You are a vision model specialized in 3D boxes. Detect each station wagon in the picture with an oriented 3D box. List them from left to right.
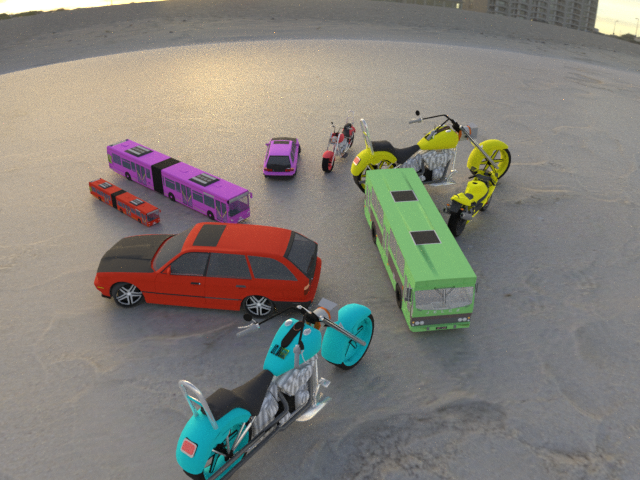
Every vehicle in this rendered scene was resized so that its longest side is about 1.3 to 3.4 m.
[{"bbox_3d":[-1.557,0.310,9.696,3.105,0.920,1.327,4,31,6],"label":"station wagon"},{"bbox_3d":[-0.731,-1.673,13.442,0.682,0.473,1.597,1,31,1],"label":"station wagon"}]

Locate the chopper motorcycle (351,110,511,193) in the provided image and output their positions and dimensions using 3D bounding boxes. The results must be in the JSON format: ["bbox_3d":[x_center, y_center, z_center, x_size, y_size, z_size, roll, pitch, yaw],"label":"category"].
[{"bbox_3d":[2.005,-1.563,12.280,3.040,1.480,0.906,-9,32,-15],"label":"chopper motorcycle"}]

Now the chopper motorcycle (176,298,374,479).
[{"bbox_3d":[-0.334,1.331,7.446,0.906,1.480,3.040,21,37,31],"label":"chopper motorcycle"}]

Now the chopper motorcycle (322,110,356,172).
[{"bbox_3d":[0.366,-1.916,13.568,0.466,0.761,1.563,11,33,18],"label":"chopper motorcycle"}]

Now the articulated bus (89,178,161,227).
[{"bbox_3d":[-3.348,-0.656,11.924,1.749,0.289,0.311,25,39,35],"label":"articulated bus"}]

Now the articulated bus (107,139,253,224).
[{"bbox_3d":[-2.558,-1.064,12.339,3.401,0.561,0.605,24,38,34],"label":"articulated bus"}]

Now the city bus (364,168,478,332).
[{"bbox_3d":[1.336,0.044,10.166,0.926,0.894,3.255,-4,31,-6],"label":"city bus"}]

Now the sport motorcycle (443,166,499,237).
[{"bbox_3d":[2.472,-0.639,11.378,0.506,0.821,1.520,20,36,30],"label":"sport motorcycle"}]
